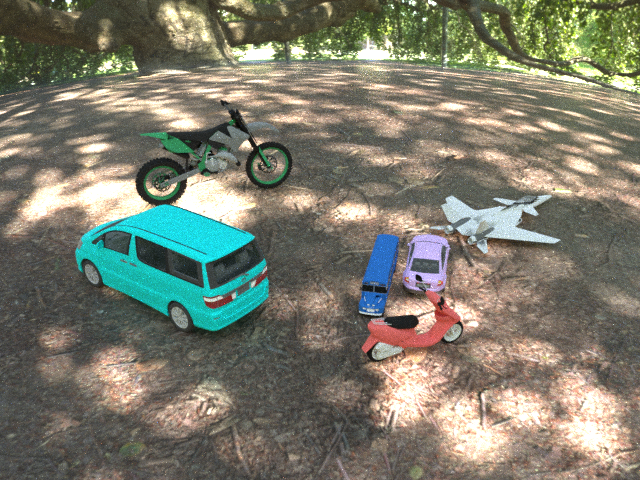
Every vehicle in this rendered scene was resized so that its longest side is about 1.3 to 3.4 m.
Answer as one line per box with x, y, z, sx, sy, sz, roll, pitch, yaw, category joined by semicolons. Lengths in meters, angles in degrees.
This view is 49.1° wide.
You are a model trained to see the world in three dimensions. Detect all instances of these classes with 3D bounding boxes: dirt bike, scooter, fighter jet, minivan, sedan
-1.867;-1.537;12.486;2.903;1.666;1.024;-11;30;-20;dirt bike
1.164;0.986;8.500;1.399;0.919;0.662;-11;30;-20;scooter
3.172;-0.553;11.810;2.640;0.557;2.229;-21;35;-35;fighter jet
-2.143;0.212;9.670;3.011;1.197;1.324;19;33;32;minivan
1.582;0.275;10.316;0.635;0.483;1.613;6;28;11;sedan

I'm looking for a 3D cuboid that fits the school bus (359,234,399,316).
0.851;0.485;9.971;0.365;0.434;1.708;6;28;11;school bus
